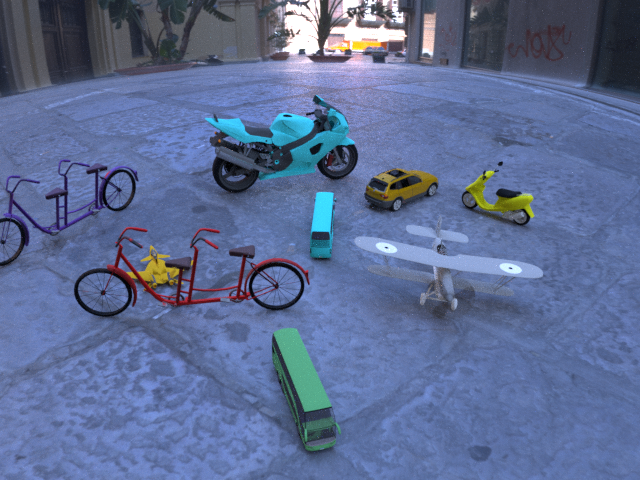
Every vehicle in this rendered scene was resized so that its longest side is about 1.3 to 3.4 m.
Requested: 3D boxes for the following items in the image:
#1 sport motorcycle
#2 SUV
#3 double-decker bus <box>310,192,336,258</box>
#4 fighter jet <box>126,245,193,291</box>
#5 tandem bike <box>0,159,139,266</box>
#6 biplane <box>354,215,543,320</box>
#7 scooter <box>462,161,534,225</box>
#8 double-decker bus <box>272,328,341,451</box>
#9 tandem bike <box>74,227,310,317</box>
[{"bbox_3d":[-0.662,-1.779,13.287,2.955,1.596,0.983,-9,29,-16],"label":"sport motorcycle"},{"bbox_3d":[1.528,-1.027,12.962,1.572,0.580,0.656,-23,36,-36],"label":"SUV"},{"bbox_3d":[0.053,-0.289,11.629,0.389,0.541,1.672,1,28,3],"label":"double-decker bus"},{"bbox_3d":[-2.520,0.313,10.778,1.147,0.286,1.358,-10,30,-18],"label":"fighter jet"},{"bbox_3d":[-4.207,-0.679,11.527,0.550,1.326,3.192,17,33,29],"label":"tandem bike"},{"bbox_3d":[1.787,0.328,10.016,2.598,0.981,2.120,2,28,3],"label":"biplane"},{"bbox_3d":[3.113,-0.823,12.224,1.399,0.919,0.662,23,36,36],"label":"scooter"},{"bbox_3d":[-0.203,1.678,7.968,0.389,0.541,1.672,-8,29,-14],"label":"double-decker bus"},{"bbox_3d":[-1.732,0.440,9.443,3.192,1.326,0.550,-2,28,-4],"label":"tandem bike"}]
